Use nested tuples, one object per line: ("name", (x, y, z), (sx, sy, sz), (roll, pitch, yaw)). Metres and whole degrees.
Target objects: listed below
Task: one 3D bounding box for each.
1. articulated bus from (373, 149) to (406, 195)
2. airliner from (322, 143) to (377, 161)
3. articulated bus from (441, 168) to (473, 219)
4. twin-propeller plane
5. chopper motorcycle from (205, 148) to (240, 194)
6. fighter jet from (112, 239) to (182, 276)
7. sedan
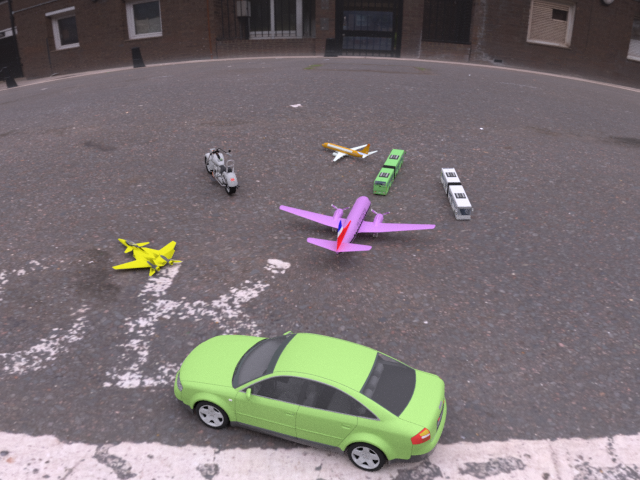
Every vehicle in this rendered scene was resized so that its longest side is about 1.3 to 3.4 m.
("articulated bus", (1.376, -1.360, 13.823), (0.311, 0.289, 1.749), (9, 30, 15))
("airliner", (0.544, -1.967, 14.763), (1.307, 0.429, 1.161), (22, 36, 34))
("articulated bus", (2.503, -0.880, 12.965), (0.311, 0.289, 1.749), (0, 29, -1))
("twin-propeller plane", (0.540, -0.355, 11.512), (2.663, 0.792, 2.129), (8, 30, 14))
("chopper motorcycle", (-1.932, -1.434, 13.471), (0.466, 0.761, 1.563), (-13, 32, -22))
("fighter jet", (-2.855, 0.135, 11.155), (1.358, 0.286, 1.147), (25, 38, 37))
("sedan", (-0.159, 1.613, 7.846), (3.137, 0.940, 1.235), (10, 31, 17))
